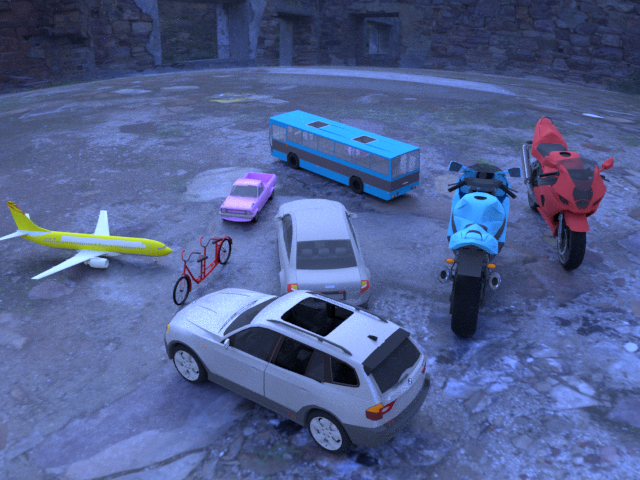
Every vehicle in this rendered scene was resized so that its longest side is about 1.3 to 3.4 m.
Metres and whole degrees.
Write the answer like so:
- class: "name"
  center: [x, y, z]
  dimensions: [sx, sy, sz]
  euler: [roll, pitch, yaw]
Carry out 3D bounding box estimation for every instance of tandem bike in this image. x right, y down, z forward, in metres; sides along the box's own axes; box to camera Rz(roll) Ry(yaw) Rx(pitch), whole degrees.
- class: "tandem bike"
  center: [-1.611, 0.290, 9.732]
  dimensions: [0.283, 0.682, 1.642]
  euler: [10, 29, 19]

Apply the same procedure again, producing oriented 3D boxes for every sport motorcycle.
- class: "sport motorcycle"
  center: [2.063, 0.005, 9.282]
  dimensions: [0.983, 1.596, 2.955]
  euler: [7, 28, 13]
- class: "sport motorcycle"
  center: [3.695, -0.797, 10.862]
  dimensions: [0.983, 1.596, 2.955]
  euler: [2, 27, 4]

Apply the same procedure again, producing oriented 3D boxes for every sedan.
- class: "sedan"
  center: [-0.021, 0.024, 9.970]
  dimensions: [1.235, 0.940, 3.137]
  euler: [-2, 27, -5]

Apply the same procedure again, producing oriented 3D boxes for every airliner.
- class: "airliner"
  center: [-3.428, -0.123, 10.375]
  dimensions: [2.541, 0.835, 2.257]
  euler: [4, 27, 7]

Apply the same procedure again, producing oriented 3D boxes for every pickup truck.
- class: "pickup truck"
  center: [-1.216, -0.805, 12.079]
  dimensions: [0.640, 0.511, 1.603]
  euler: [5, 27, 11]

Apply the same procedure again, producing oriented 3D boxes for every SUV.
- class: "SUV"
  center: [-0.325, 1.146, 7.550]
  dimensions: [3.058, 1.128, 1.276]
  euler: [18, 32, 31]

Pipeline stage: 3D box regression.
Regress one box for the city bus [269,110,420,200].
- class: "city bus"
  center: [0.377, -1.626, 13.274]
  dimensions: [0.926, 0.894, 3.255]
  euler: [-23, 35, -38]
